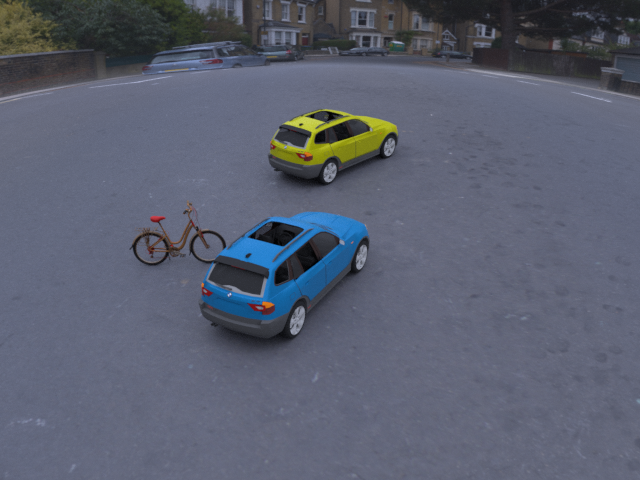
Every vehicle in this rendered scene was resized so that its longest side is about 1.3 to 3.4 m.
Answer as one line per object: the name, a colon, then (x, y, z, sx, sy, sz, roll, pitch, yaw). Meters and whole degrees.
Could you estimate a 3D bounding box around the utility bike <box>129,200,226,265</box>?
utility bike: (-2.129, -0.089, 10.424, 1.435, 0.946, 0.535, -2, 27, -4)

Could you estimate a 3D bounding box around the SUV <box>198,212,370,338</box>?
SUV: (-0.386, 0.238, 9.594, 1.276, 1.128, 3.058, 14, 30, 25)

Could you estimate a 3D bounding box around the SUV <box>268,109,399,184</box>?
SUV: (0.332, -2.045, 14.005, 1.276, 1.128, 3.058, 22, 35, 36)
